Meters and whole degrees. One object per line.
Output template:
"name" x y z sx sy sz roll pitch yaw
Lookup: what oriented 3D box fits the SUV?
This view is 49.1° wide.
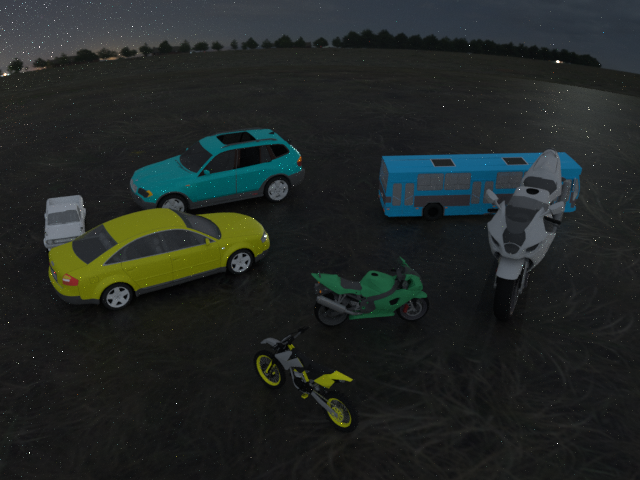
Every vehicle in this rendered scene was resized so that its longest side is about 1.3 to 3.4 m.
"SUV" -1.790 -1.233 12.296 3.058 1.128 1.276 -12 29 -22

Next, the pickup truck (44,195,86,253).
"pickup truck" -4.086 -0.331 11.208 0.640 0.511 1.603 -8 28 -16

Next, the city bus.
"city bus" 2.676 -0.912 11.923 3.255 0.894 0.926 -2 27 -3

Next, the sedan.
"sedan" -2.209 0.082 9.925 3.137 0.940 1.235 -16 31 -28

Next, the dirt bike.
"dirt bike" -0.183 1.429 7.373 1.493 0.857 0.527 22 34 36

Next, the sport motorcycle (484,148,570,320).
"sport motorcycle" 2.865 -0.154 9.665 0.983 1.596 2.955 12 29 22

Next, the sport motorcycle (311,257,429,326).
"sport motorcycle" 0.648 0.701 8.840 1.520 0.821 0.506 -3 27 -5
